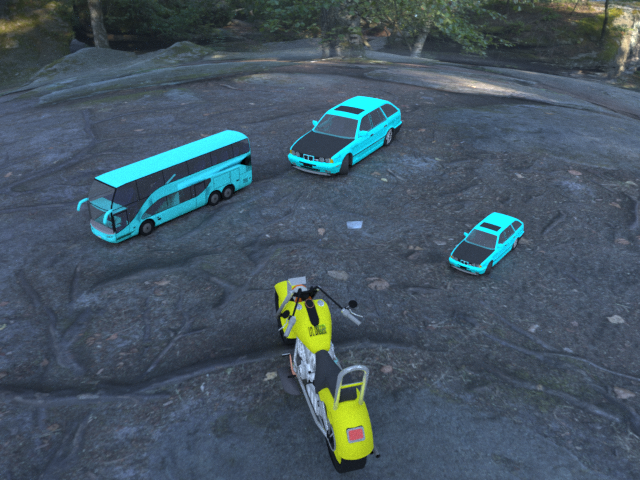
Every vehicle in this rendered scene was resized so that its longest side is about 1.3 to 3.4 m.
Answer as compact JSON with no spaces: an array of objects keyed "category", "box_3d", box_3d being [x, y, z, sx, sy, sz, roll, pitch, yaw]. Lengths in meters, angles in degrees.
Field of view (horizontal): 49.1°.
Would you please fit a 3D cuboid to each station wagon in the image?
[{"category":"station wagon","box_3d":[0.562,-2.237,14.451,1.327,0.920,3.105,16,33,27]},{"category":"station wagon","box_3d":[2.588,0.011,10.810,0.682,0.473,1.597,20,34,32]}]

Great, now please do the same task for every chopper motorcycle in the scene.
[{"category":"chopper motorcycle","box_3d":[-0.059,1.138,7.703,0.906,1.480,3.040,-8,30,-14]}]

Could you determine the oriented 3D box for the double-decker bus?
[{"category":"double-decker bus","box_3d":[-2.509,-0.944,11.952,0.756,1.052,3.251,22,36,35]}]
